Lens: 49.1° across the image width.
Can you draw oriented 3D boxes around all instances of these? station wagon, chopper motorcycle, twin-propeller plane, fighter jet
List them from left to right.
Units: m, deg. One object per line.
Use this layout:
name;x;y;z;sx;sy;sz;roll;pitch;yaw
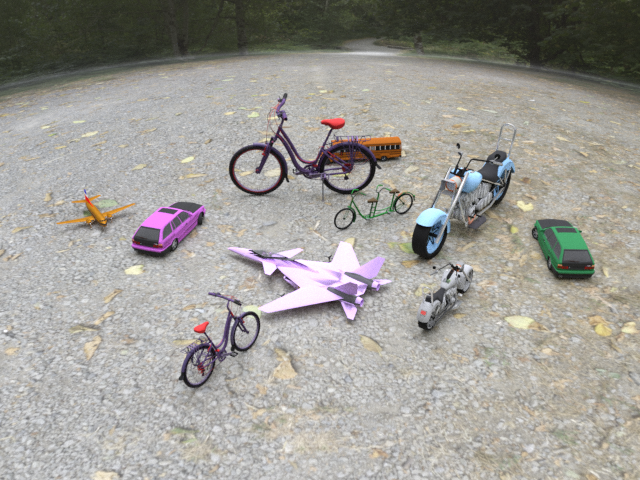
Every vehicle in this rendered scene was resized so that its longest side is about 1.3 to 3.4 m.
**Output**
twin-propeller plane;-3.891;-0.525;12.095;1.370;0.407;1.095;-18;34;-29
station wagon;-2.479;-0.293;11.619;0.682;0.473;1.597;10;31;16
fighter jet;-0.355;0.333;10.434;2.640;0.557;2.229;18;34;28
chopper motorcycle;1.767;0.650;9.671;0.466;0.761;1.563;18;34;29
chopper motorcycle;2.445;-0.855;11.591;0.906;1.480;3.040;21;36;33
station wagon;3.837;0.030;11.053;0.682;0.473;1.597;1;30;2

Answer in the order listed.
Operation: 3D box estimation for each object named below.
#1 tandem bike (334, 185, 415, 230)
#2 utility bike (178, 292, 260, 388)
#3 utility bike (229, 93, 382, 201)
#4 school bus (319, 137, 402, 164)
tandem bike;0.956;-0.621;11.987;1.642;0.682;0.283;-15;33;-24
utility bike;-1.258;1.160;8.586;0.535;0.946;1.435;20;35;31
utility bike;-0.261;-1.575;12.493;2.791;1.839;1.039;-1;30;-2
school bus;0.812;-1.845;14.390;1.708;0.434;0.365;-4;30;-7
